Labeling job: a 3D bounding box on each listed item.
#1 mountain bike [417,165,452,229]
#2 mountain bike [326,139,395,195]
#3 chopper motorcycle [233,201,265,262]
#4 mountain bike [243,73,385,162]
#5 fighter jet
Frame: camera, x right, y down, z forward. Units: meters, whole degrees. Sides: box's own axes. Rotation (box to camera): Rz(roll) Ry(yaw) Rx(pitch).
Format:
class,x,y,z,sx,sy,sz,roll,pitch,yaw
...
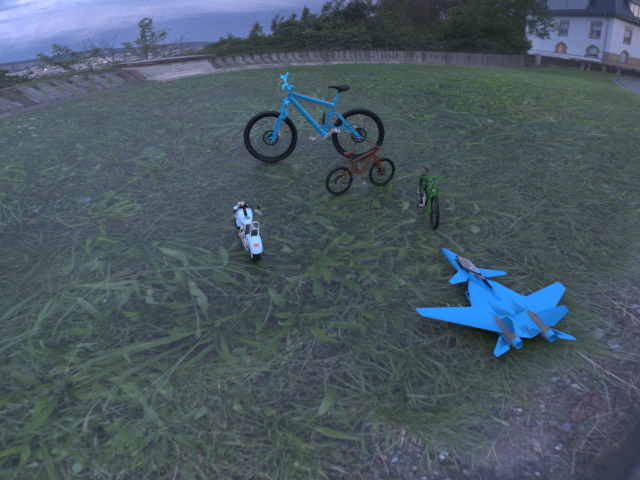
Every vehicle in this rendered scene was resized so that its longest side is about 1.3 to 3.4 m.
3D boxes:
class,x,y,z,sx,sy,sz,roll,pitch,yaw
mountain bike,1.869,-0.810,11.967,0.573,0.868,1.469,-2,29,-3
mountain bike,0.760,-1.314,12.893,1.469,0.868,0.573,-14,31,-23
chopper motorcycle,-1.163,-0.257,11.060,0.466,0.761,1.563,-8,30,-15
mountain bike,-0.110,-2.369,13.975,2.857,1.688,1.114,-2,29,-4
fighter jet,2.309,0.585,9.725,2.229,0.557,2.640,-9,30,-15
